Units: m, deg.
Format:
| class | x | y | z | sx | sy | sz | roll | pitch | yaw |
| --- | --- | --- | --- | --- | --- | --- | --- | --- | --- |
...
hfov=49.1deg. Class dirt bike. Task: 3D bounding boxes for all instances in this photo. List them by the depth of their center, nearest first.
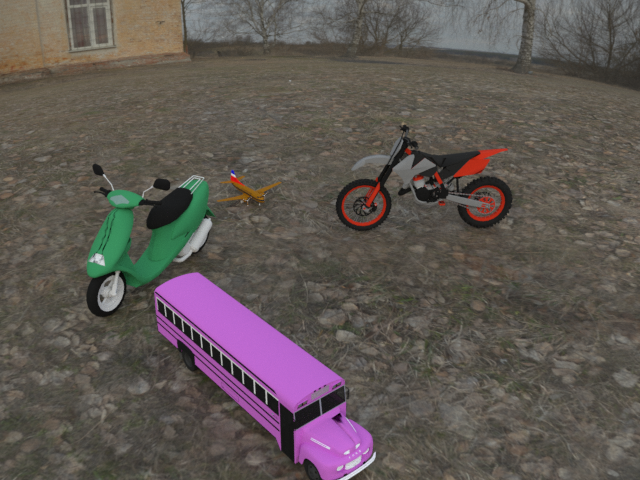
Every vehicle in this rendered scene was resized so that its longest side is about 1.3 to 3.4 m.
| class | x | y | z | sx | sy | sz | roll | pitch | yaw |
| --- | --- | --- | --- | --- | --- | --- | --- | --- | --- |
| dirt bike | 1.700 | -0.912 | 11.204 | 2.903 | 1.666 | 1.024 | -2 | 28 | -4 |

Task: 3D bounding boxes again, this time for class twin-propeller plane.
| class | x | y | z | sx | sy | sz | roll | pitch | yaw |
| --- | --- | --- | --- | --- | --- | --- | --- | --- | --- |
| twin-propeller plane | -1.316 | -0.933 | 12.601 | 1.370 | 0.407 | 1.095 | -20 | 34 | -34 |

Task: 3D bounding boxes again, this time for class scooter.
| class | x | y | z | sx | sy | sz | roll | pitch | yaw |
| --- | --- | --- | --- | --- | --- | --- | --- | --- | --- |
| scooter | -2.344 | -0.232 | 9.776 | 1.288 | 1.786 | 2.721 | 13 | 30 | 24 |

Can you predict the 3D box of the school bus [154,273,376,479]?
| class | x | y | z | sx | sy | sz | roll | pitch | yaw |
| --- | --- | --- | --- | --- | --- | --- | --- | --- | --- |
| school bus | -0.709 | 1.400 | 7.675 | 0.709 | 0.844 | 3.322 | -21 | 34 | -35 |
